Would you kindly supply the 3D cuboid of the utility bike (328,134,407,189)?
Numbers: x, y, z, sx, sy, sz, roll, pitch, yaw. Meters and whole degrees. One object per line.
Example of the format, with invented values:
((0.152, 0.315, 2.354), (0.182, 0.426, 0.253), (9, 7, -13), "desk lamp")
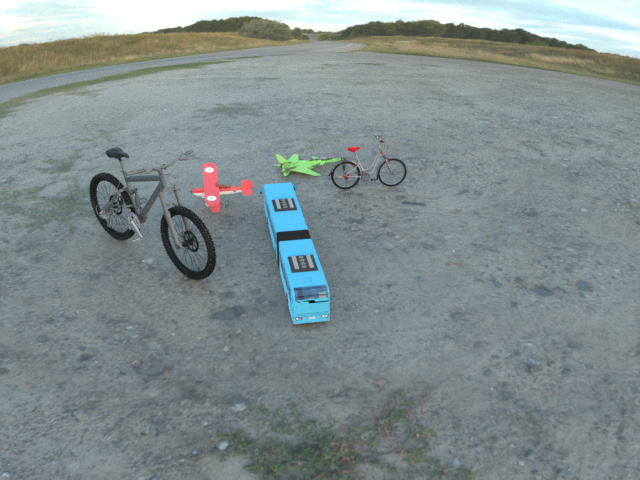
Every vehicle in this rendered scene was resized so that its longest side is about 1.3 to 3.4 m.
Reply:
((0.845, -1.390, 12.497), (1.435, 0.946, 0.535), (-4, 29, -7), "utility bike")

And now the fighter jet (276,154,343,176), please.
((-0.159, -1.531, 13.438), (1.358, 0.286, 1.147), (-12, 31, -20), "fighter jet")

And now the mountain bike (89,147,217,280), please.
((-2.516, -0.491, 10.089), (2.857, 1.688, 1.114), (23, 36, 35), "mountain bike")

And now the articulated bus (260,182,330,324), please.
((-0.403, 0.064, 10.248), (0.605, 0.561, 3.401), (-5, 29, -9), "articulated bus")

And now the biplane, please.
((-1.692, -0.846, 11.964), (1.090, 0.504, 1.336), (-5, 29, -9), "biplane")
